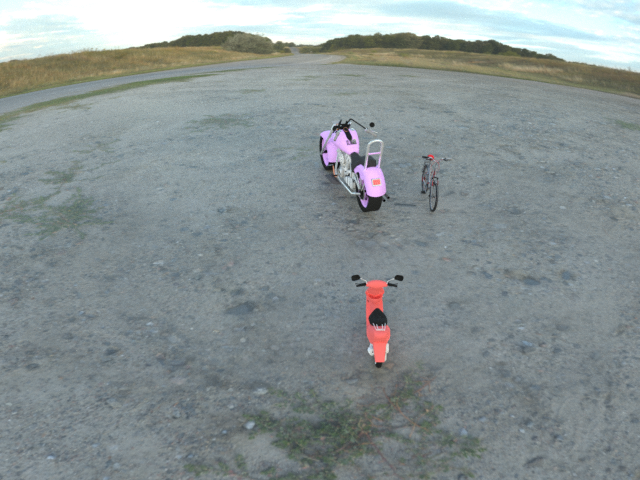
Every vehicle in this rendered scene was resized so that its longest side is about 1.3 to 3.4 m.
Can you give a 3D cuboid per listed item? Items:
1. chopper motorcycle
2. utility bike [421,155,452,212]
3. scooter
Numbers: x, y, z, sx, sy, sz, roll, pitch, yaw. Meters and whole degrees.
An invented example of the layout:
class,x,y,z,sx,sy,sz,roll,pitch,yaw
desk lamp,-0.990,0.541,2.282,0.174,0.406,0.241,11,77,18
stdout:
class,x,y,z,sx,sy,sz,roll,pitch,yaw
chopper motorcycle,0.544,-1.621,13.120,0.906,1.480,3.040,-8,29,-15
utility bike,2.072,-1.158,12.813,0.535,0.946,1.435,-1,28,-2
scooter,0.724,0.924,8.893,0.662,0.919,1.399,0,28,0
